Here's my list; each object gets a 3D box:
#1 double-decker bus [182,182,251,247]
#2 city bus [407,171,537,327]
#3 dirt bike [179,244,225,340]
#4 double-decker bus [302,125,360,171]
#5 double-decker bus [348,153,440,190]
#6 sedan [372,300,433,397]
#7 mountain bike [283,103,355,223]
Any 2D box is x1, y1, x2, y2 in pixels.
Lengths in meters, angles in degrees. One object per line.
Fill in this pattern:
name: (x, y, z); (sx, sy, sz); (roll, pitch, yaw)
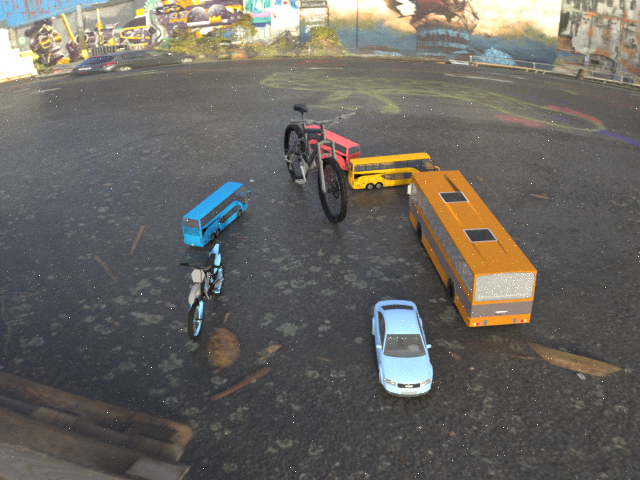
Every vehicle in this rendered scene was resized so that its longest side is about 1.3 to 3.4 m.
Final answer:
double-decker bus: (-1.655, -0.454, 11.340); (0.389, 0.541, 1.672); (10, 30, 19)
city bus: (2.049, 0.037, 10.044); (0.926, 0.894, 3.255); (-3, 28, -6)
dirt bike: (-1.464, 0.599, 9.031); (0.527, 0.857, 1.493); (4, 28, 7)
double-decker bus: (0.167, -1.861, 13.979); (0.389, 0.541, 1.672); (-19, 33, -31)
double-decker bus: (1.348, -1.270, 12.870); (1.672, 0.541, 0.389); (-6, 29, -12)
sedan: (0.962, 1.204, 8.294); (0.635, 0.483, 1.613); (0, 28, 0)
mountain bike: (-0.130, -1.462, 12.013); (1.114, 1.688, 2.857); (-10, 30, -19)
